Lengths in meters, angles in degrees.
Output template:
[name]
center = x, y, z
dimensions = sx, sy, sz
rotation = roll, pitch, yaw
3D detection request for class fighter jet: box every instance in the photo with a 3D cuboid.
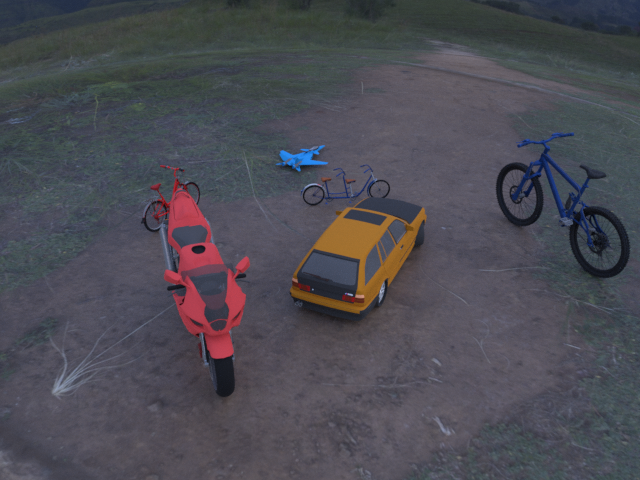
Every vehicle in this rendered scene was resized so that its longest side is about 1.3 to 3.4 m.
[fighter jet]
center = -0.271, -1.794, 14.303
dimensions = 1.147, 0.286, 1.358
rotation = 19, 35, 29

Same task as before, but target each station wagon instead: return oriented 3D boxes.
[station wagon]
center = 0.695, 0.018, 10.557
dimensions = 1.327, 0.920, 3.105
rotation = 13, 33, 21

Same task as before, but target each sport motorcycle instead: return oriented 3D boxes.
[sport motorcycle]
center = -1.504, 0.591, 8.901
dimensions = 0.983, 1.596, 2.955
rotation = -9, 31, -16

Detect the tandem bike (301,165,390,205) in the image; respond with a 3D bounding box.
[tandem bike]
center = 0.464, -0.973, 12.500
dimensions = 1.642, 0.682, 0.283
rotation = -5, 31, -9

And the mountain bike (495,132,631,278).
[mountain bike]
center = 3.733, -0.626, 10.902
dimensions = 1.114, 1.688, 2.857
rotation = -14, 33, -23

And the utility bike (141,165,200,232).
[utility bike]
center = -2.577, -0.757, 11.865
dimensions = 0.535, 0.946, 1.435
rotation = 18, 35, 27
